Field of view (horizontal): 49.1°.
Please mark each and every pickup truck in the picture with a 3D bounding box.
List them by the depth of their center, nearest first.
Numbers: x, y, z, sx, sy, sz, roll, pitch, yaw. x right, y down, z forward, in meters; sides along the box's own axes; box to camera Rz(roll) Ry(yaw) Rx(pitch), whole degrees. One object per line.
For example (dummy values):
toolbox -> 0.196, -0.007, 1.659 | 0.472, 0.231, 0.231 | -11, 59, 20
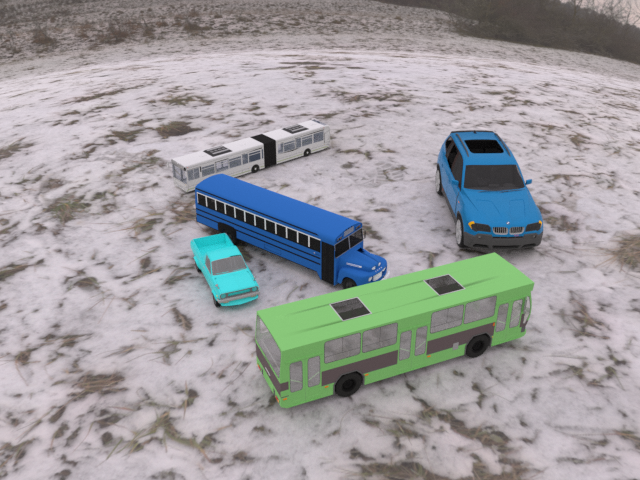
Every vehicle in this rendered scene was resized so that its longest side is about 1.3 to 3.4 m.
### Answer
pickup truck -> -1.357, 0.348, 9.821 | 0.640, 0.511, 1.603 | -12, 31, -20

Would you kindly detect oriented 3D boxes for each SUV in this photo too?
SUV -> 2.691, -0.894, 11.411 | 1.276, 1.128, 3.058 | -1, 29, -1

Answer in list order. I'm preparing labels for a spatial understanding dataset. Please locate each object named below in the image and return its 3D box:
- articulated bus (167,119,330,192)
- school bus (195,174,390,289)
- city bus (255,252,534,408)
articulated bus -> -1.246, -1.651, 13.348 | 3.401, 0.561, 0.605 | -22, 36, -34
school bus -> -0.469, -0.138, 10.349 | 3.322, 0.844, 0.709 | 21, 35, 33
city bus -> 0.910, 1.029, 8.207 | 3.255, 0.894, 0.926 | -12, 31, -21
